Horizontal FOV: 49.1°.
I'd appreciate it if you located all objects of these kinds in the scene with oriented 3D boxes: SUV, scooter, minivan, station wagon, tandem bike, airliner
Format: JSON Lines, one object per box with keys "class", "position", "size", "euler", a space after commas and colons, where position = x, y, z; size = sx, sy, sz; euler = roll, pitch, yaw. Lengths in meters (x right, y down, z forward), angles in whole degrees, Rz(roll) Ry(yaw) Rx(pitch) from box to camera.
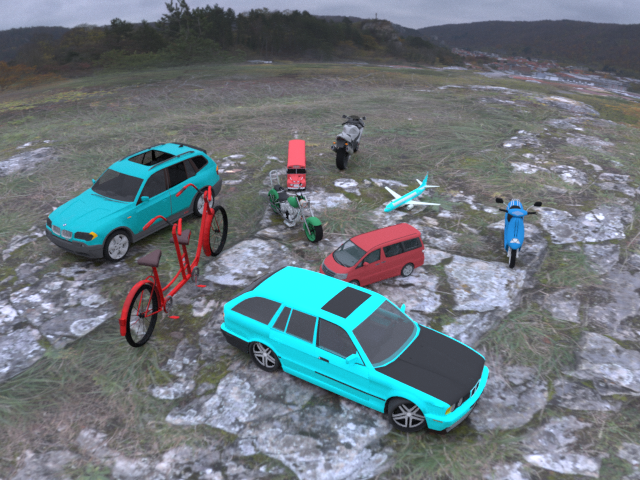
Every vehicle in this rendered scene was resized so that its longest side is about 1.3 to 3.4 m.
{"class": "SUV", "position": [-2.913, -0.715, 11.227], "size": [1.276, 1.128, 3.058], "euler": [17, 32, 30]}
{"class": "scooter", "position": [2.938, -0.249, 10.555], "size": [0.662, 0.919, 1.399], "euler": [6, 28, 12]}
{"class": "minivan", "position": [0.736, 0.243, 9.933], "size": [1.548, 0.616, 0.681], "euler": [-15, 31, -27]}
{"class": "station wagon", "position": [0.354, 1.100, 7.946], "size": [3.105, 0.920, 1.327], "euler": [17, 32, 30]}
{"class": "tandem bike", "position": [-1.864, 0.165, 9.310], "size": [0.550, 1.326, 3.192], "euler": [7, 28, 13]}
{"class": "airliner", "position": [1.521, -0.816, 12.183], "size": [1.161, 0.429, 1.307], "euler": [22, 35, 36]}

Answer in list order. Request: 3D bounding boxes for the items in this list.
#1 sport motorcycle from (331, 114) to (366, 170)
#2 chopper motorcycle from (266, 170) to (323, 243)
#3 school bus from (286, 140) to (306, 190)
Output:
{"class": "sport motorcycle", "position": [0.579, -1.982, 14.009], "size": [0.506, 0.821, 1.520], "euler": [8, 28, 15]}
{"class": "chopper motorcycle", "position": [-0.415, -0.553, 11.313], "size": [0.466, 0.761, 1.563], "euler": [-16, 31, -28]}
{"class": "school bus", "position": [-0.444, -1.437, 13.378], "size": [0.365, 0.434, 1.708], "euler": [-1, 27, -1]}
